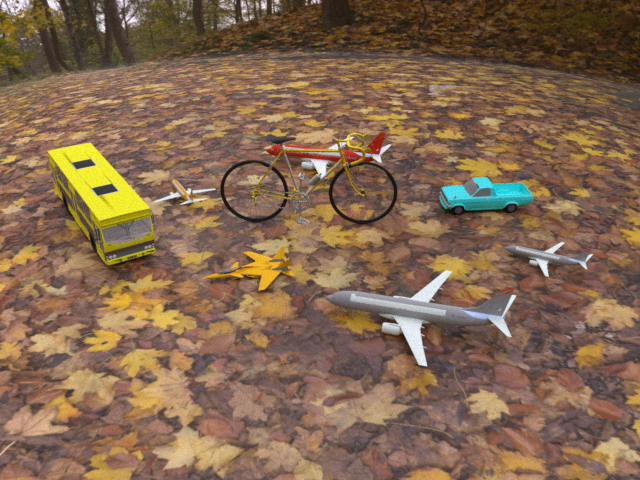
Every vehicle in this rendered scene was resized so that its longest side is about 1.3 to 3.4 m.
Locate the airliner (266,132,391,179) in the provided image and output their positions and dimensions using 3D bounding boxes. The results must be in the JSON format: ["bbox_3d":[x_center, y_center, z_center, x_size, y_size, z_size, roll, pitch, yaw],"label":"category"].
[{"bbox_3d":[0.101,-1.891,14.125,2.541,0.835,2.257,8,30,14],"label":"airliner"}]

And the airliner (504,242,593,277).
[{"bbox_3d":[3.522,0.173,10.874,1.307,0.429,1.161,15,33,25],"label":"airliner"}]

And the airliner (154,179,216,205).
[{"bbox_3d":[-2.534,-0.963,12.891,1.161,0.429,1.307,-15,32,-24],"label":"airliner"}]

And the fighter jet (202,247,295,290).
[{"bbox_3d":[-1.112,0.410,10.598,1.358,0.286,1.147,-8,30,-14],"label":"fighter jet"}]

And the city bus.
[{"bbox_3d":[-3.767,-0.667,11.891,0.926,0.894,3.255,-17,34,-27],"label":"city bus"}]

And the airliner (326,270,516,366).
[{"bbox_3d":[1.299,0.785,9.373,2.541,0.835,2.257,9,30,15],"label":"airliner"}]

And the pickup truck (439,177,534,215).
[{"bbox_3d":[2.977,-0.827,12.566,1.603,0.511,0.640,-3,29,-4],"label":"pickup truck"}]

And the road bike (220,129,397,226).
[{"bbox_3d":[-0.195,-1.022,11.745,3.004,1.656,0.697,1,29,2],"label":"road bike"}]
